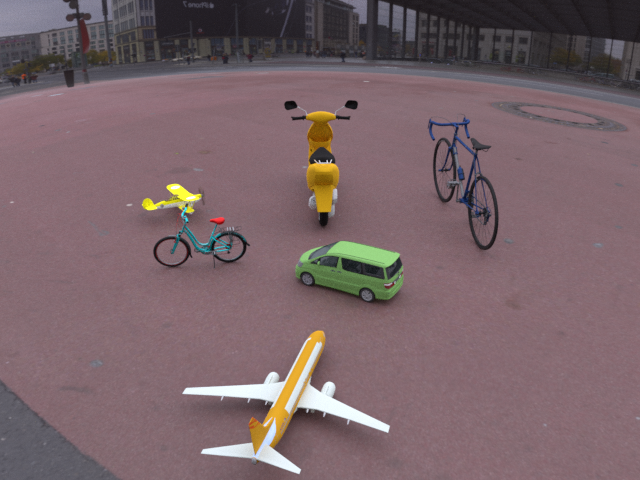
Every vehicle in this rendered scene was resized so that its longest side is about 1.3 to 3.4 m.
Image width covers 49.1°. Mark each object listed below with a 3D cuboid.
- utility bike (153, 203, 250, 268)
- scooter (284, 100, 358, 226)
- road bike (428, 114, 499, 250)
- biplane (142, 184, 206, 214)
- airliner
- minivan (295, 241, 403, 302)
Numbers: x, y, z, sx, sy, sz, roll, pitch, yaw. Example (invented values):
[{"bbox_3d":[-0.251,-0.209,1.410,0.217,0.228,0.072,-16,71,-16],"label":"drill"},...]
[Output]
[{"bbox_3d":[-1.753,-0.017,10.341,1.435,0.946,0.535,-5,27,-9],"label":"utility bike"},{"bbox_3d":[0.029,-1.486,12.296,1.288,1.786,2.721,-1,27,-2],"label":"scooter"},{"bbox_3d":[2.376,-1.056,11.596,0.696,1.656,3.004,-4,27,-9],"label":"road bike"},{"bbox_3d":[-2.520,-0.661,12.090,1.090,0.504,1.336,-14,30,-25],"label":"biplane"},{"bbox_3d":[-0.313,1.488,7.513,2.257,0.835,2.541,7,28,14],"label":"airliner"},{"bbox_3d":[0.396,0.377,9.932,1.548,0.616,0.681,14,30,25],"label":"minivan"}]
